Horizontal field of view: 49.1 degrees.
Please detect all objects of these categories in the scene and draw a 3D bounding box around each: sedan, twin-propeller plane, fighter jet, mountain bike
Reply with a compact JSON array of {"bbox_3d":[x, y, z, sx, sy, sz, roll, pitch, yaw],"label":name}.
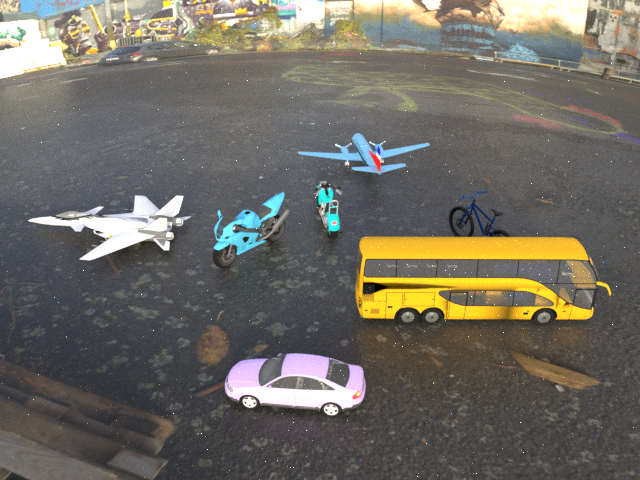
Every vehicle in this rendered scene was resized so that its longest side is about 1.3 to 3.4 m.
[{"bbox_3d":[-0.287,1.586,7.981,1.613,0.483,0.635,3,30,6],"label":"sedan"},{"bbox_3d":[0.915,-1.766,13.614,2.663,0.792,2.129,-5,30,-9],"label":"twin-propeller plane"},{"bbox_3d":[-3.551,-0.377,11.390,2.640,0.557,2.229,4,30,8],"label":"fighter jet"},{"bbox_3d":[2.497,-0.211,10.778,0.573,0.868,1.469,-16,33,-27],"label":"mountain bike"}]

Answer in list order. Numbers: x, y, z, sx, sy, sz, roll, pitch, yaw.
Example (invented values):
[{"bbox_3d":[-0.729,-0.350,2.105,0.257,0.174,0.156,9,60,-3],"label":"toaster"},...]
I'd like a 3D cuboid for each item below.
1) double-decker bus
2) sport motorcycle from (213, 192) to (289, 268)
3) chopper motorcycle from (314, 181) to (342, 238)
[{"bbox_3d":[2.103,0.521,9.292,3.251,1.052,0.756,0,29,0],"label":"double-decker bus"},{"bbox_3d":[-1.072,-0.160,10.735,0.506,0.821,1.520,23,37,34],"label":"sport motorcycle"},{"bbox_3d":[0.116,-0.625,11.622,0.466,0.761,1.563,-4,30,-7],"label":"chopper motorcycle"}]
